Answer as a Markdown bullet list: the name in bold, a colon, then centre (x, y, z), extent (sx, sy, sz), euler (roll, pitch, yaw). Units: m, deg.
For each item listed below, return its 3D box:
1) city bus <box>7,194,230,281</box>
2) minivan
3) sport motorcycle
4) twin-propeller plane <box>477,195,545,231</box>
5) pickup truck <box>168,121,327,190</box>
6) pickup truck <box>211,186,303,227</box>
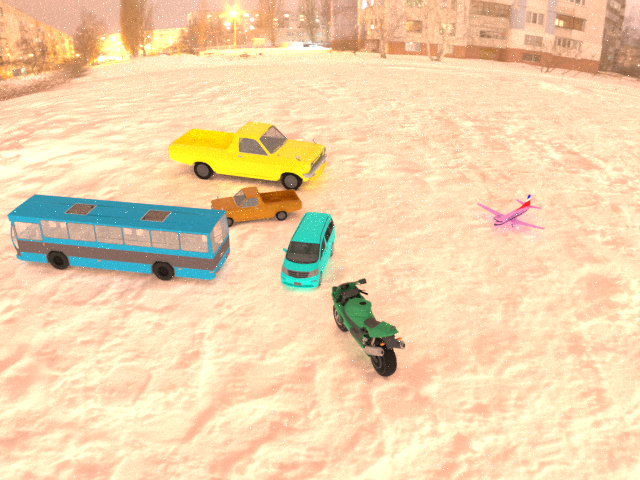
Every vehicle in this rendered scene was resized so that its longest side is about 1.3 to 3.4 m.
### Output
- **city bus**: centre (-3.078, -0.028, 10.838), extent (3.255, 0.894, 0.926), euler (5, 28, 10)
- **minivan**: centre (-0.170, 0.144, 10.812), extent (0.681, 0.616, 1.548), euler (6, 29, 10)
- **sport motorcycle**: centre (0.548, 1.071, 8.852), extent (0.506, 0.821, 1.520), euler (-13, 31, -23)
- **twin-propeller plane**: centre (3.367, -0.477, 12.199), extent (1.095, 0.407, 1.370), euler (-23, 36, -37)
- **pickup truck**: centre (-1.445, -1.799, 14.059), extent (3.117, 0.993, 1.244), euler (8, 29, 15)
- **pickup truck**: centre (-1.134, -0.647, 12.409), extent (1.603, 0.511, 0.640), euler (-8, 29, -14)
